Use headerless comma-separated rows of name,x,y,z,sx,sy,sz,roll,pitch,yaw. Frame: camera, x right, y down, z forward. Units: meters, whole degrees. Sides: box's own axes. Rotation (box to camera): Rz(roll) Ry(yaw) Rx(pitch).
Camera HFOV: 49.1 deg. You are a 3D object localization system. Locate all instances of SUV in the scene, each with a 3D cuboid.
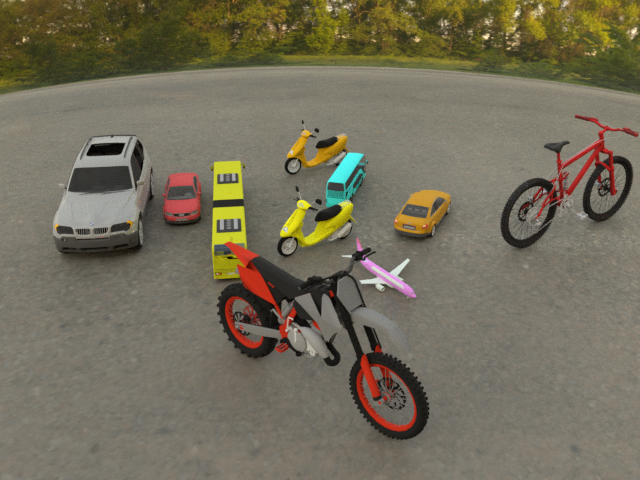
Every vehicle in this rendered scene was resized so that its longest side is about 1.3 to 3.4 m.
SUV,-3.387,-0.817,11.133,1.276,1.128,3.058,-3,27,-6

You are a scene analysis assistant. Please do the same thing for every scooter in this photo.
scooter,-0.040,-0.313,10.374,1.399,0.919,0.662,-17,32,-30
scooter,-0.044,-1.770,13.240,1.399,0.919,0.662,-14,30,-25

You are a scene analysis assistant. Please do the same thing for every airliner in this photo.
airliner,0.873,0.395,9.521,1.161,0.429,1.307,-18,32,-31

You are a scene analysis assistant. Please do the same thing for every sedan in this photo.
sedan,-2.308,-0.766,11.745,0.635,0.483,1.613,-4,27,-8
sedan,1.674,-0.511,11.244,0.635,0.483,1.613,12,29,22

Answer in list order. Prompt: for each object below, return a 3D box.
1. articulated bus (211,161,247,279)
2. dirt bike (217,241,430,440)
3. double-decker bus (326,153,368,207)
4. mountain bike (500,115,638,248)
articulated bus,-1.420,-0.423,10.985,0.605,0.561,3.401,-3,27,-6
dirt bike,-0.076,0.877,7.207,2.903,1.666,1.024,22,34,37
double-decker bus,0.480,-1.066,12.272,0.389,0.541,1.672,7,28,14
mountain bike,3.852,-0.872,10.624,2.857,1.688,1.114,-16,31,-28
